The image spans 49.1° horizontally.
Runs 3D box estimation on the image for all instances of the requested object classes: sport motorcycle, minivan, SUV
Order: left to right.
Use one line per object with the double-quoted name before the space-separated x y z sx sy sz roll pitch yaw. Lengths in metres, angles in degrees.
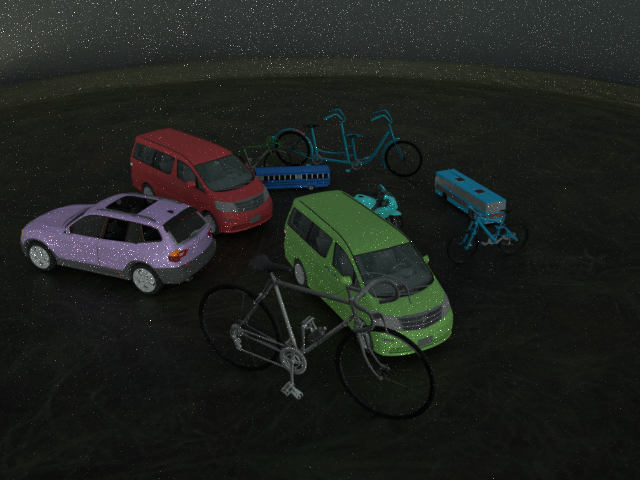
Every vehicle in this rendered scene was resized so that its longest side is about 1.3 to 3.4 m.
"SUV" -3.087 -0.106 10.584 3.058 1.128 1.276 10 28 20
"minivan" -2.155 -1.091 12.517 3.011 1.197 1.324 23 34 39
"sport motorcycle" 0.640 -0.437 11.610 1.520 0.821 0.506 -3 26 -6
"minivan" 0.584 0.362 9.551 1.324 1.197 3.011 -13 29 -24

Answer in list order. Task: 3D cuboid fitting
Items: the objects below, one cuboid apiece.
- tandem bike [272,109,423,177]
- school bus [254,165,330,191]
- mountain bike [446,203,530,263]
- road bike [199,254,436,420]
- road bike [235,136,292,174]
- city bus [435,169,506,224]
"tandem bike" 0.518 -2.019 14.265 3.192 1.326 0.550 7 27 15
"school bus" -0.663 -1.186 13.579 1.708 0.434 0.365 -3 26 -6
"mountain bike" 2.637 -0.106 10.881 1.469 0.868 0.573 -9 27 -17
"road bike" -0.134 1.006 7.716 3.004 1.656 0.697 13 29 25
"road bike" -1.302 -1.598 13.945 1.545 0.852 0.358 -8 27 -16
"city bus" 2.697 -0.785 12.731 0.476 0.460 1.674 -10 28 -20
